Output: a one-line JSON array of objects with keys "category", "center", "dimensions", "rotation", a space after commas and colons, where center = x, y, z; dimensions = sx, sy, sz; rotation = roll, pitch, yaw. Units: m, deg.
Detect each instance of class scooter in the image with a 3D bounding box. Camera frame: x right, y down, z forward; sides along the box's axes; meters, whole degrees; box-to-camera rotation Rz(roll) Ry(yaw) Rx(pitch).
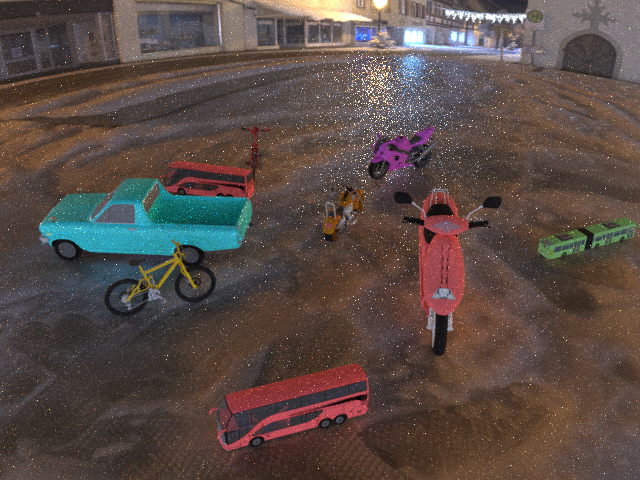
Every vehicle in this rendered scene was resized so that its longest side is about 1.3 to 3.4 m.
[{"category": "scooter", "center": [1.570, 0.080, 9.089], "dimensions": [1.288, 1.786, 2.721], "rotation": [3, 29, 6]}]

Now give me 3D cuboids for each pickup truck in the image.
[{"category": "pickup truck", "center": [-2.620, -0.347, 10.671], "dimensions": [3.117, 0.993, 1.244], "rotation": [2, 29, 4]}]

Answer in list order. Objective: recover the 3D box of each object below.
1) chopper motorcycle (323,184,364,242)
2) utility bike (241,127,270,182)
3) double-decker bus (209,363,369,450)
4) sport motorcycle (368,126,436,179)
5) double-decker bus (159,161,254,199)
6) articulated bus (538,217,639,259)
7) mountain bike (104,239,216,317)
[{"category": "chopper motorcycle", "center": [0.410, -0.549, 11.271], "dimensions": [0.466, 0.761, 1.563], "rotation": [11, 31, 19]}, {"category": "utility bike", "center": [-1.196, -1.738, 13.214], "dimensions": [0.535, 0.946, 1.435], "rotation": [-2, 29, -3]}, {"category": "double-decker bus", "center": [-0.301, 1.755, 7.364], "dimensions": [1.672, 0.541, 0.389], "rotation": [-10, 31, -18]}, {"category": "sport motorcycle", "center": [1.539, -1.651, 13.188], "dimensions": [1.520, 0.821, 0.506], "rotation": [-18, 34, -29]}, {"category": "double-decker bus", "center": [-1.998, -1.047, 12.390], "dimensions": [1.672, 0.541, 0.389], "rotation": [8, 30, 14]}, {"category": "articulated bus", "center": [4.156, -0.034, 10.832], "dimensions": [1.749, 0.289, 0.311], "rotation": [-13, 32, -21]}, {"category": "mountain bike", "center": [-2.101, 0.540, 9.206], "dimensions": [1.469, 0.868, 0.573], "rotation": [-11, 31, -18]}]
